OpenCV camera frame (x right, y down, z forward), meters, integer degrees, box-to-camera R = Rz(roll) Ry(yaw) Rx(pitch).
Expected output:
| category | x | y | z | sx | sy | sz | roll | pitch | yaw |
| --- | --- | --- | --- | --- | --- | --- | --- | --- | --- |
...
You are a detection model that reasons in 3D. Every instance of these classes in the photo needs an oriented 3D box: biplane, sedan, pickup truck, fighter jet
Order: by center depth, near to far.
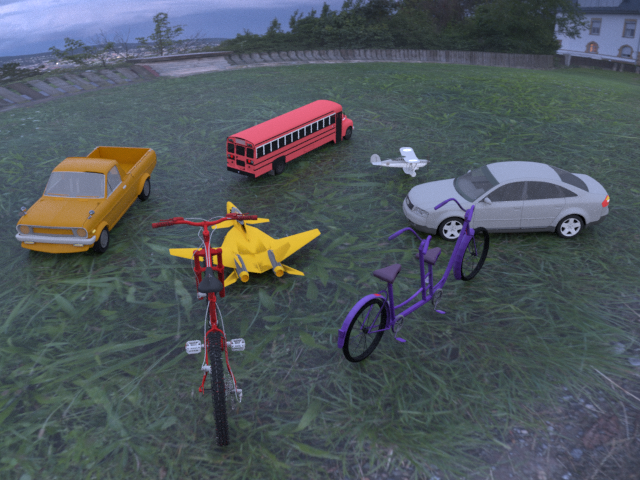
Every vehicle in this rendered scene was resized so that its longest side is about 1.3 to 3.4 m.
| category | x | y | z | sx | sy | sz | roll | pitch | yaw |
| --- | --- | --- | --- | --- | --- | --- | --- | --- | --- |
| fighter jet | -1.137 | -0.194 | 10.388 | 2.229 | 0.557 | 2.640 | -8 | 29 | -15 |
| sedan | 2.872 | -0.676 | 10.892 | 3.137 | 0.940 | 1.235 | -1 | 28 | -3 |
| pickup truck | -3.595 | -0.817 | 11.102 | 1.244 | 0.993 | 3.117 | 3 | 28 | 6 |
| biplane | 1.464 | -1.418 | 12.766 | 1.090 | 0.504 | 1.336 | 0 | 28 | 0 |

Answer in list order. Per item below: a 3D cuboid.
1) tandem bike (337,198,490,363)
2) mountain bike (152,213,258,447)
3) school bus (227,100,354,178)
| category | x | y | z | sx | sy | sz | roll | pitch | yaw |
| --- | --- | --- | --- | --- | --- | --- | --- | --- | --- |
| tandem bike | 1.258 | 0.374 | 8.487 | 0.550 | 1.326 | 3.192 | 22 | 35 | 36 |
| mountain bike | -1.129 | 0.755 | 7.378 | 1.114 | 1.688 | 2.857 | -5 | 28 | -9 |
| school bus | -0.456 | -2.026 | 13.555 | 0.709 | 0.844 | 3.322 | 18 | 33 | 31 |
